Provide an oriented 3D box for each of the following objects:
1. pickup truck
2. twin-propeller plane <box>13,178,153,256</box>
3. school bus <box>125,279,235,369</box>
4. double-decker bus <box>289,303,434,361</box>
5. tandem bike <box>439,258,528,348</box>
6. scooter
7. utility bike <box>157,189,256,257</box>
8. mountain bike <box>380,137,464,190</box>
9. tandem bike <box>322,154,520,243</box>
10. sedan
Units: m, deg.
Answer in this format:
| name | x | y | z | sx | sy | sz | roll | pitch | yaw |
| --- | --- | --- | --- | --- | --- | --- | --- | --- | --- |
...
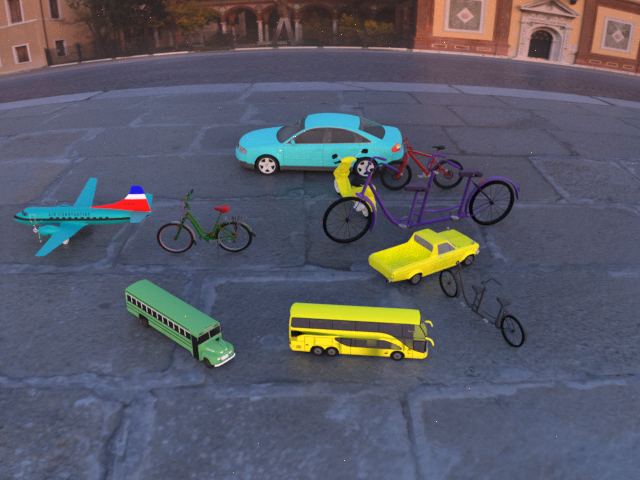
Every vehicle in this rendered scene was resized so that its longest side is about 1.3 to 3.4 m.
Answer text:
| name | x | y | z | sx | sy | sz | roll | pitch | yaw |
| --- | --- | --- | --- | --- | --- | --- | --- | --- | --- |
| pickup truck | 1.474 | 0.175 | 9.807 | 1.603 | 0.511 | 0.640 | -16 | 33 | -28 |
| twin-propeller plane | -3.649 | -0.467 | 10.692 | 2.129 | 0.792 | 2.663 | 0 | 29 | 0 |
| school bus | -1.692 | 0.988 | 8.396 | 1.708 | 0.434 | 0.365 | 23 | 36 | 36 |
| double-decker bus | 0.475 | 1.063 | 8.147 | 1.672 | 0.541 | 0.389 | 3 | 29 | 5 |
| tandem bike | 1.990 | 0.709 | 8.649 | 0.283 | 0.682 | 1.642 | -15 | 32 | -25 |
| scooter | 0.556 | -0.968 | 11.478 | 0.662 | 0.919 | 1.399 | -12 | 31 | -22 |
| utility bike | -1.644 | -0.192 | 10.026 | 1.435 | 0.946 | 0.535 | -1 | 29 | -2 |
| mountain bike | 1.771 | -1.267 | 12.080 | 1.469 | 0.868 | 0.573 | -2 | 29 | -3 |
| tandem bike | 1.578 | -0.675 | 10.516 | 3.192 | 1.326 | 0.550 | -7 | 29 | -13 |
| sedan | -0.012 | -1.827 | 13.033 | 3.137 | 0.940 | 1.235 | 2 | 29 | 3 |
